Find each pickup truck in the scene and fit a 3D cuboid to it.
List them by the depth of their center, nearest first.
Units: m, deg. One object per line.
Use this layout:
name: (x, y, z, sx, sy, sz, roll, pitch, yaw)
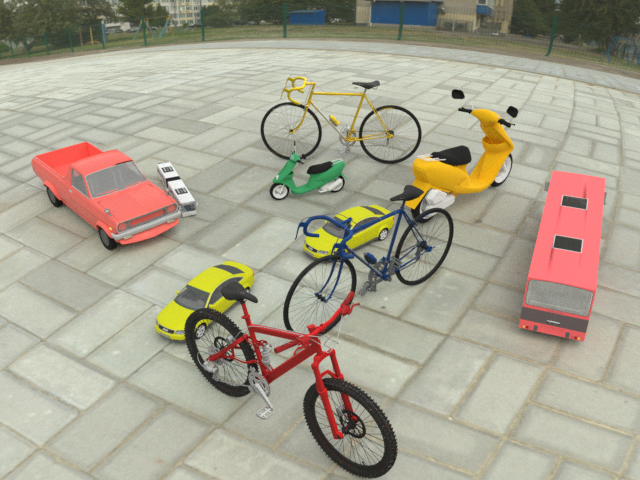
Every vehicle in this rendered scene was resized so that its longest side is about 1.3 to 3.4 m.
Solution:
pickup truck: (-3.560, -0.911, 11.413, 1.244, 0.993, 3.117, -25, 39, -35)

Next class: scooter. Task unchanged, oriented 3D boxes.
scooter: (2.393, -1.387, 11.436, 2.721, 1.786, 1.288, -25, 39, -35)
scooter: (-0.187, -1.164, 11.907, 1.399, 0.919, 0.662, -9, 32, -14)

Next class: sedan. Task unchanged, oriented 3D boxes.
sedan: (-1.492, 0.741, 9.157, 0.635, 0.483, 1.613, 18, 35, 27)
sedan: (0.447, -0.161, 10.660, 1.613, 0.483, 0.635, -24, 39, -35)

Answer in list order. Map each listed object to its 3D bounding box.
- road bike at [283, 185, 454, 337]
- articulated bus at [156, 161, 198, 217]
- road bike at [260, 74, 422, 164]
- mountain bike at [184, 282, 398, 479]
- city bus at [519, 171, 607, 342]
road bike: (0.723, 0.191, 8.934, 3.004, 1.656, 0.696, -23, 38, -33)
articulated bus: (-2.491, -0.898, 12.076, 0.311, 0.289, 1.749, -13, 33, -21)
road bike: (0.379, -2.198, 12.913, 3.004, 1.656, 0.697, 3, 31, 4)
mountain bike: (-0.415, 1.279, 7.089, 2.857, 1.688, 1.114, 23, 38, 33)
city bus: (3.432, 0.129, 9.776, 0.926, 0.894, 3.255, 11, 33, 18)
